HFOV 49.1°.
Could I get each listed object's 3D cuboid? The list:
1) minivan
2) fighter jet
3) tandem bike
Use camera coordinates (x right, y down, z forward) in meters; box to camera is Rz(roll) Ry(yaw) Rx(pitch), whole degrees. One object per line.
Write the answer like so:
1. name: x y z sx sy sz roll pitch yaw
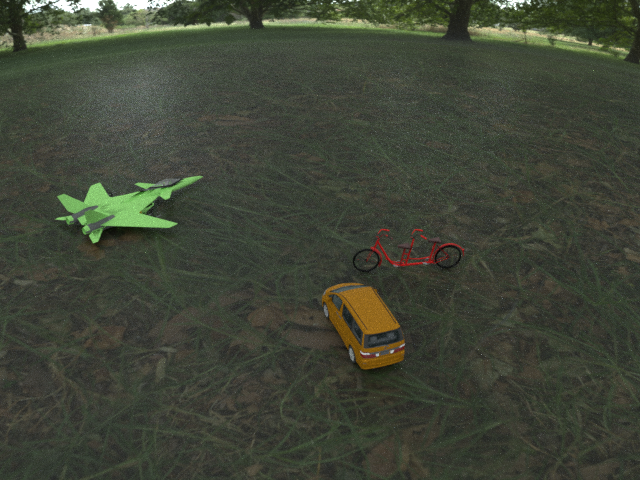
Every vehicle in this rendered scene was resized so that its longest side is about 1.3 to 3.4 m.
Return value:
1. minivan: 0.512 0.958 8.817 0.681 0.616 1.548 -10 32 -16
2. fighter jet: -3.023 -0.803 11.834 2.229 0.557 2.640 25 39 35
3. tandem bike: 1.289 0.151 10.109 1.642 0.682 0.283 -3 31 -4
